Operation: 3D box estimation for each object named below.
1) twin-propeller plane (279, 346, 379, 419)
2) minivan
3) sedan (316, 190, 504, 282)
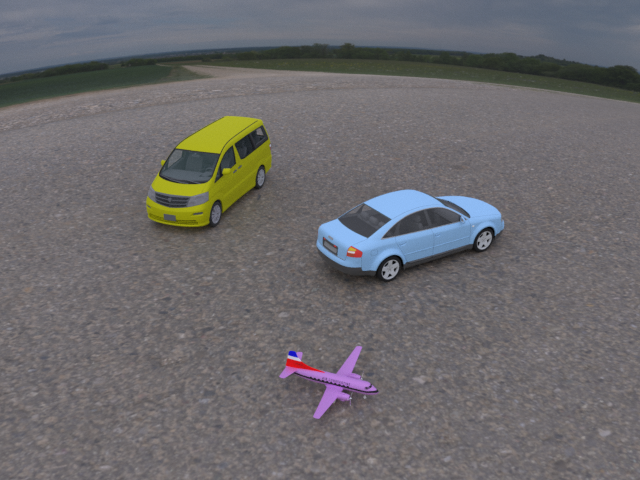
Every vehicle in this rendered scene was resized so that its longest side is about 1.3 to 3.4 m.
[{"bbox_3d":[0.123,1.480,7.654,1.095,0.407,1.370,10,28,20],"label":"twin-propeller plane"},{"bbox_3d":[-1.911,-1.257,12.403,1.324,1.197,3.011,9,27,18],"label":"minivan"},{"bbox_3d":[1.441,-0.238,10.592,3.137,0.940,1.235,-15,30,-28],"label":"sedan"}]
